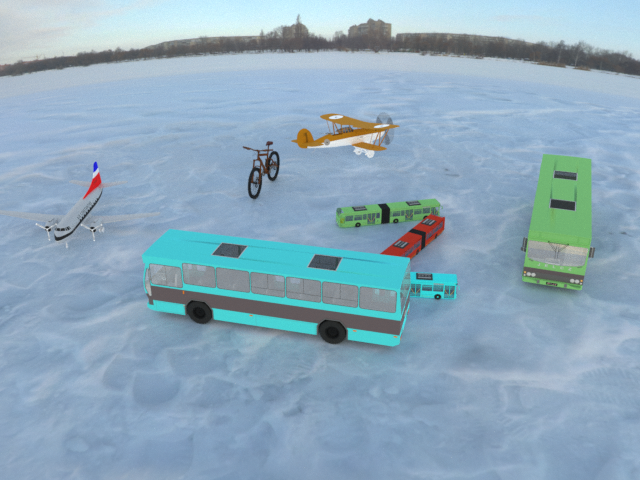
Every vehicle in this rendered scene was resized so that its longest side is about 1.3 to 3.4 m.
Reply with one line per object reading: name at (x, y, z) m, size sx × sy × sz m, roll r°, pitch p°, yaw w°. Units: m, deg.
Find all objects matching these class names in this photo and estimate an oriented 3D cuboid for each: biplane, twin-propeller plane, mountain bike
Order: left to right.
twin-propeller plane at (-3.838, -0.570, 11.216) m, size 2.663 × 0.792 × 2.129 m, roll 1°, pitch 26°, yaw 2°
mountain bike at (-1.012, -1.335, 12.677) m, size 0.573 × 0.868 × 1.469 m, roll 8°, pitch 27°, yaw 15°
biplane at (0.467, -2.070, 14.035) m, size 2.120 × 0.981 × 2.598 m, roll -14°, pitch 30°, yaw -26°

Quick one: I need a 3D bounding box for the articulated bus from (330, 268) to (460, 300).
articulated bus at (0.981, 0.587, 9.446) m, size 1.749 × 0.289 × 0.311 m, roll 3°, pitch 26°, yaw 6°

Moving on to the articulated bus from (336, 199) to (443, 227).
articulated bus at (1.139, -0.444, 11.530) m, size 1.749 × 0.289 × 0.311 m, roll -6°, pitch 27°, yaw -12°

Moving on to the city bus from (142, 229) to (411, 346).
city bus at (-0.542, 0.595, 8.747) m, size 3.255 × 0.894 × 0.926 m, roll 7°, pitch 27°, yaw 13°

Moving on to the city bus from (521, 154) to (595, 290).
city bus at (3.647, -0.352, 10.660) m, size 0.926 × 0.894 × 3.255 m, roll 9°, pitch 28°, yaw 17°

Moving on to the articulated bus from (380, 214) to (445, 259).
articulated bus at (1.407, 0.031, 10.569) m, size 0.311 × 0.289 × 1.749 m, roll 16°, pitch 31°, yaw 30°
